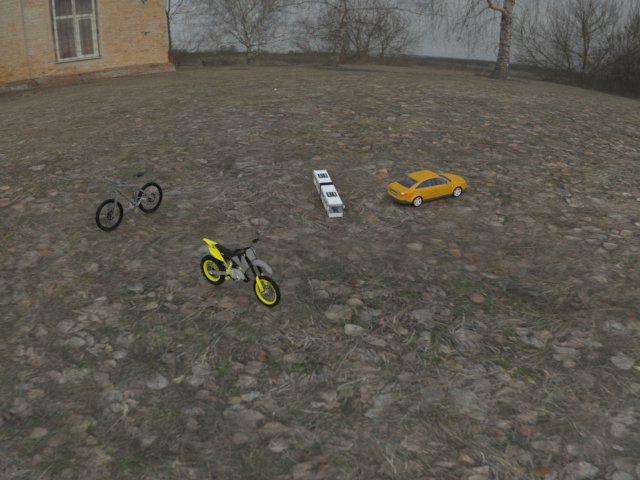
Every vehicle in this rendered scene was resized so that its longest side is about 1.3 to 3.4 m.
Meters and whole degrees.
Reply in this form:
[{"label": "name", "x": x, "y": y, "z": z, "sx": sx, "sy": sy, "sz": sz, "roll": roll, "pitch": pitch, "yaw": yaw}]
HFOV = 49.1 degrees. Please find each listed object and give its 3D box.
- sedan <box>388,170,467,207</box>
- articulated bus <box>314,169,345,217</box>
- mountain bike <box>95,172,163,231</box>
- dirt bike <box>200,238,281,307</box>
[{"label": "sedan", "x": 2.027, "y": -1.034, "z": 13.088, "sx": 1.613, "sy": 0.483, "sz": 0.635, "roll": -14, "pitch": 30, "yaw": -26}, {"label": "articulated bus", "x": 0.137, "y": -0.886, "z": 13.012, "sx": 0.311, "sy": 0.289, "sz": 1.749, "roll": -4, "pitch": 27, "yaw": -9}, {"label": "mountain bike", "x": -3.281, "y": -0.724, "z": 12.045, "sx": 0.573, "sy": 0.868, "sz": 1.469, "roll": 17, "pitch": 32, "yaw": 31}, {"label": "dirt bike", "x": -1.140, "y": 0.399, "z": 9.827, "sx": 1.493, "sy": 0.857, "sz": 0.527, "roll": 18, "pitch": 32, "yaw": 32}]
